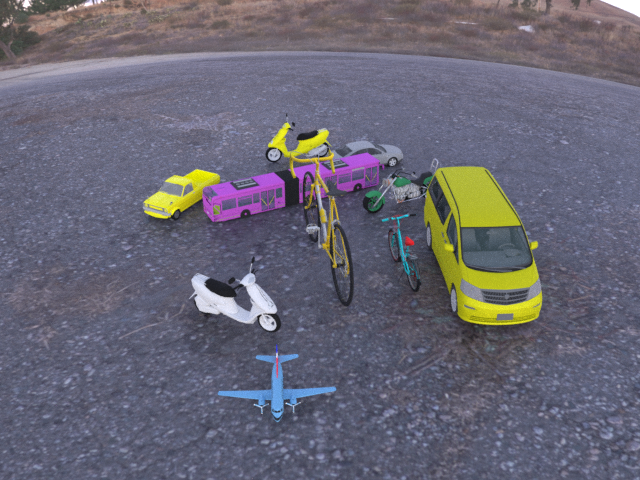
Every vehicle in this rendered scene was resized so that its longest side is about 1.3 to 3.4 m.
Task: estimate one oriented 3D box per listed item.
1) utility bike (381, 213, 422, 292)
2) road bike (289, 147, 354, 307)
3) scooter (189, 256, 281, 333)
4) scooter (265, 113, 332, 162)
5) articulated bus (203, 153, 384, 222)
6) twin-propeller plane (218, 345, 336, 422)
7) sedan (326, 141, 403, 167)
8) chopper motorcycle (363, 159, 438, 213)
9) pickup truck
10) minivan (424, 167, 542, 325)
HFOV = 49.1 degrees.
[{"bbox_3d":[1.200,0.132,10.374,0.535,0.946,1.435,-6,30,-11],"label":"utility bike"},{"bbox_3d":[0.078,-0.306,10.426,0.696,1.656,3.004,-7,30,-12],"label":"road bike"},{"bbox_3d":[-1.156,0.723,9.359,1.399,0.919,0.662,13,32,21],"label":"scooter"},{"bbox_3d":[-0.439,-2.074,14.293,1.399,0.919,0.662,-8,30,-14],"label":"scooter"},{"bbox_3d":[-0.435,-0.981,12.727,3.401,0.561,0.605,-15,33,-24],"label":"articulated bus"},{"bbox_3d":[-0.501,1.678,8.192,1.370,0.407,1.095,-2,30,-3],"label":"twin-propeller plane"},{"bbox_3d":[0.920,-1.730,14.128,1.613,0.483,0.635,-12,32,-19],"label":"sedan"},{"bbox_3d":[1.469,-0.966,12.498,1.563,0.761,0.466,-14,33,-24],"label":"chopper motorcycle"},{"bbox_3d":[-2.473,-0.888,12.614,0.640,0.511,1.603,15,33,24],"label":"pickup truck"},{"bbox_3d":[2.348,0.001,10.351,1.324,1.197,3.011,-2,30,-3],"label":"minivan"}]
